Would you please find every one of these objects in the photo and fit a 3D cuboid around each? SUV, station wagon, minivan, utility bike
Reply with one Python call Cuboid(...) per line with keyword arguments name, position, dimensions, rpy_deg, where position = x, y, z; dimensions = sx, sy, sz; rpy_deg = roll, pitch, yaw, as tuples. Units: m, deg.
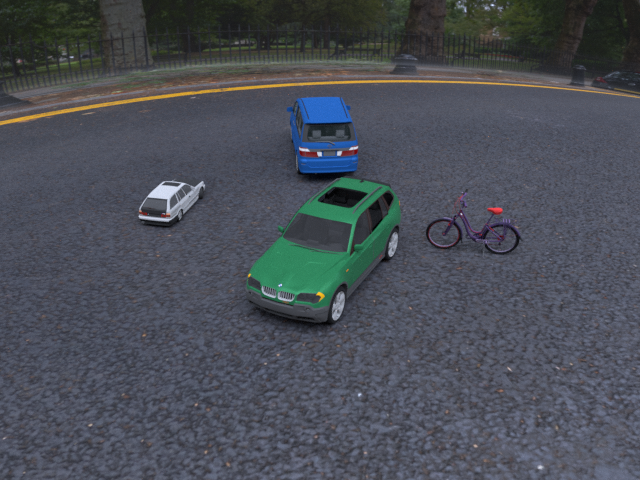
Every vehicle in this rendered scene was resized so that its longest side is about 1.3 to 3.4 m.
Cuboid(name="SUV", position=(0.149, 0.020, 9.727), dimensions=(1.276, 1.128, 3.058), rpy_deg=(13, 30, 24))
Cuboid(name="station wagon", position=(-2.497, -0.752, 11.943), dimensions=(0.682, 0.473, 1.597), rpy_deg=(6, 28, 12))
Cuboid(name="minivan", position=(0.029, -2.245, 14.055), dimensions=(1.324, 1.197, 3.011), rpy_deg=(-3, 27, -5))
Cuboid(name="utility bike", position=(2.301, -0.208, 10.370), dimensions=(1.435, 0.946, 0.535), rpy_deg=(5, 28, 10))
